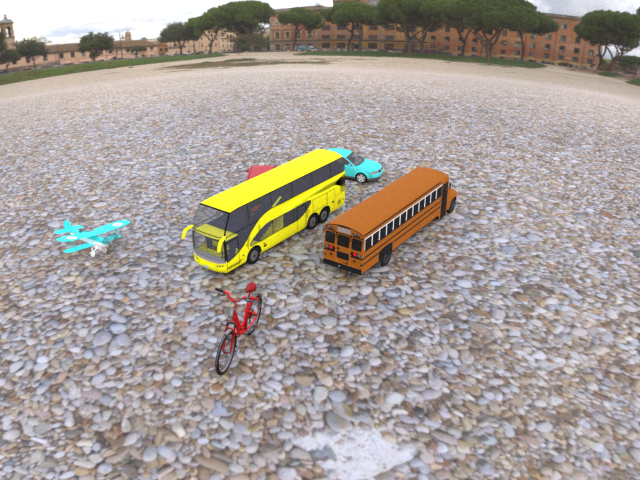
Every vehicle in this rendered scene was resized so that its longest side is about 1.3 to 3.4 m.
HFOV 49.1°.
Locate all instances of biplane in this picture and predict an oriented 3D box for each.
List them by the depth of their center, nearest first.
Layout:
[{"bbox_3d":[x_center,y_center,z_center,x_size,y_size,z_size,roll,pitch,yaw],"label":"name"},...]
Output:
[{"bbox_3d":[-3.577,-0.057,10.840,1.090,0.504,1.336,16,31,28],"label":"biplane"}]

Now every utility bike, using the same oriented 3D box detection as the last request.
[{"bbox_3d":[-0.906,0.935,8.380,0.535,0.946,1.435,8,28,15],"label":"utility bike"}]

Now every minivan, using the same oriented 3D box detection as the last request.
[{"bbox_3d":[-1.030,-1.018,12.624,0.681,0.616,1.548,1,27,2],"label":"minivan"}]

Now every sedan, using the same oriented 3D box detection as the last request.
[{"bbox_3d":[0.458,-1.507,13.742,1.613,0.483,0.635,10,29,20],"label":"sedan"}]

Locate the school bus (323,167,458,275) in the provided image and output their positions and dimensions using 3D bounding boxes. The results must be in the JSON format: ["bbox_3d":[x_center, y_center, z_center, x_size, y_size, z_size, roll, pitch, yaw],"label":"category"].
[{"bbox_3d":[1.258,-0.421,11.186,0.709,0.844,3.322,17,32,31],"label":"school bus"}]

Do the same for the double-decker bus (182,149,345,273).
[{"bbox_3d":[-0.746,-0.506,11.122,0.756,1.052,3.251,18,32,32],"label":"double-decker bus"}]
